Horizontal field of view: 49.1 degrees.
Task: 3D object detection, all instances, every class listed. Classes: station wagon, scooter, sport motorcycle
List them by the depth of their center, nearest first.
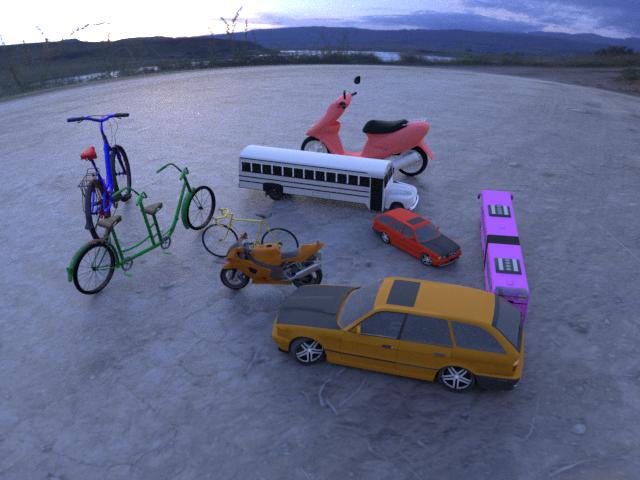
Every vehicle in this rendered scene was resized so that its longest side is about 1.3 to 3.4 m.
[{"bbox_3d":[0.949,1.022,8.698,3.105,0.920,1.327,8,29,14],"label":"station wagon"},{"bbox_3d":[-0.690,0.356,10.064,1.520,0.821,0.506,0,28,0],"label":"sport motorcycle"},{"bbox_3d":[1.555,-0.088,11.275,0.682,0.473,1.597,-20,34,-33],"label":"station wagon"},{"bbox_3d":[0.919,-2.197,13.857,2.721,1.786,1.288,7,29,13],"label":"scooter"}]

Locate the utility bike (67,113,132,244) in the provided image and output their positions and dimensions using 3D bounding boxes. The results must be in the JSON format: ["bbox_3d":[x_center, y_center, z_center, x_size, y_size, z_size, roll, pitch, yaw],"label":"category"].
[{"bbox_3d":[-3.710,-1.149,11.821,1.039,1.839,2.791,-1,28,-1],"label":"utility bike"}]

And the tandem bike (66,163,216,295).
[{"bbox_3d":[-2.641,-0.290,10.745,0.550,1.326,3.192,16,32,27],"label":"tandem bike"}]

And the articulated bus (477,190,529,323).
[{"bbox_3d":[2.783,0.133,10.764,0.605,0.561,3.401,4,28,8],"label":"articulated bus"}]

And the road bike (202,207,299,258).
[{"bbox_3d":[-1.090,-0.067,10.831,1.545,0.852,0.358,4,28,7],"label":"road bike"}]

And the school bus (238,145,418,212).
[{"bbox_3d":[0.150,-1.120,12.830,3.322,0.844,0.709,8,29,16],"label":"school bus"}]
